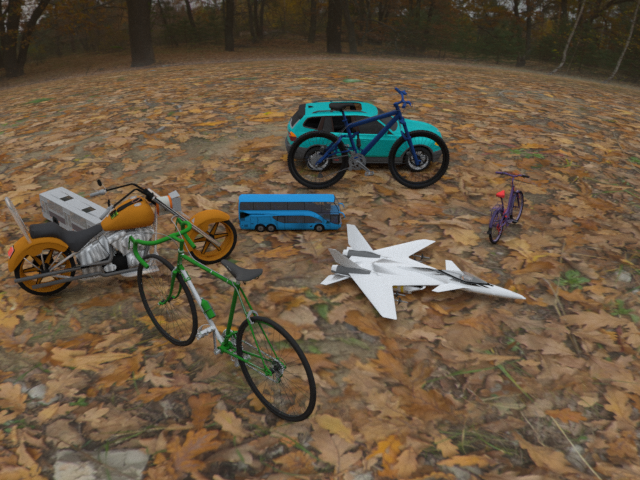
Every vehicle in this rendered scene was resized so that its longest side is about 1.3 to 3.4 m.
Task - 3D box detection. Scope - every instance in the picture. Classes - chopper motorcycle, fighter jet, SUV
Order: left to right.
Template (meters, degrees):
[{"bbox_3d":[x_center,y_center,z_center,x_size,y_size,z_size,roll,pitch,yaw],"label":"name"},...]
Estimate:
[{"bbox_3d":[-2.608,-0.129,9.417,3.040,1.480,0.906,-12,30,-23],"label":"chopper motorcycle"},{"bbox_3d":[0.851,-2.055,13.504,3.058,1.128,1.276,0,27,0],"label":"SUV"},{"bbox_3d":[1.438,0.394,9.412,2.640,0.557,2.229,10,29,18],"label":"fighter jet"}]

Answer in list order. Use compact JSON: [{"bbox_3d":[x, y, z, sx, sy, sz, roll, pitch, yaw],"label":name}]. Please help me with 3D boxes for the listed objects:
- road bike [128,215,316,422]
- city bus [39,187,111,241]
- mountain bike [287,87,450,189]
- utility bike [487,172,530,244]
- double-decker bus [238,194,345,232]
[{"bbox_3d":[-1.123,0.782,7.473,3.004,1.656,0.696,24,36,38],"label":"road bike"},{"bbox_3d":[-3.755,-0.352,10.952,1.674,0.460,0.476,22,35,36],"label":"city bus"},{"bbox_3d":[0.851,-1.671,12.160,2.857,1.688,1.114,0,27,-1],"label":"mountain bike"},{"bbox_3d":[2.850,-0.551,10.808,0.535,0.946,1.435,18,32,30],"label":"utility bike"},{"bbox_3d":[-0.446,-0.435,11.024,1.672,0.541,0.389,0,27,0],"label":"double-decker bus"}]
